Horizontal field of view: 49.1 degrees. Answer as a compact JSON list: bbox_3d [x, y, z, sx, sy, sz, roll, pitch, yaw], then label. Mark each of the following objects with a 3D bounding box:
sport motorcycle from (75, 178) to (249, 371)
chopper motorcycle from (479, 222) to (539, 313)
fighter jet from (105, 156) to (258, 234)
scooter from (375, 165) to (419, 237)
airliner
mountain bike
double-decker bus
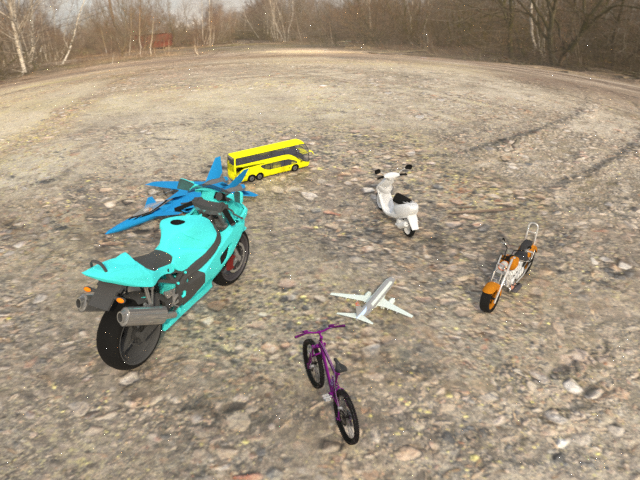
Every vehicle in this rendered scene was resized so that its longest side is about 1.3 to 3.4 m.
[{"bbox_3d":[-1.732,0.330,8.616,0.983,1.596,2.955,14,31,24],"label":"sport motorcycle"},{"bbox_3d":[2.566,0.358,9.440,0.466,0.761,1.563,20,34,32],"label":"chopper motorcycle"},{"bbox_3d":[-2.396,-0.687,11.575,2.229,0.557,2.640,25,38,38],"label":"fighter jet"},{"bbox_3d":[1.222,-0.682,11.187,0.662,0.919,1.399,-10,30,-18],"label":"scooter"},{"bbox_3d":[0.726,0.696,9.165,1.161,0.429,1.307,14,32,24],"label":"airliner"},{"bbox_3d":[0.096,1.440,7.337,0.573,0.868,1.469,-11,30,-19],"label":"mountain bike"},{"bbox_3d":[-0.924,-1.491,13.069,1.672,0.541,0.389,-17,33,-28],"label":"double-decker bus"}]
